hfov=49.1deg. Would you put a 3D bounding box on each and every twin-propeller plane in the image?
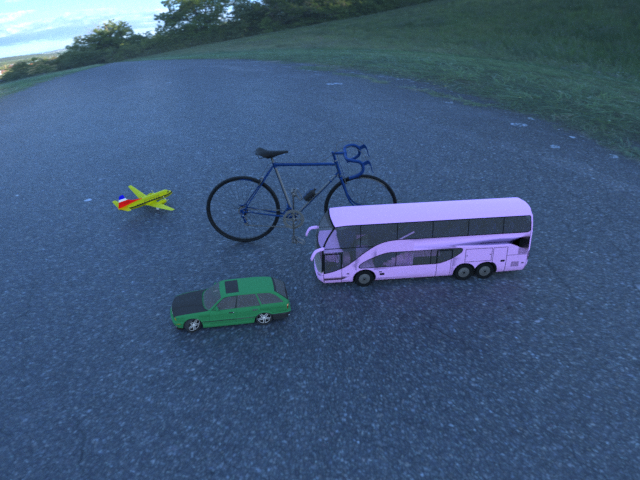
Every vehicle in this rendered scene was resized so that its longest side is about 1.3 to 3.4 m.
[{"bbox_3d":[-3.040,-0.738,12.214,1.370,0.407,1.095,26,39,38],"label":"twin-propeller plane"}]

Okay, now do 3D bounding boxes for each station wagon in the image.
[{"bbox_3d":[-1.211,0.821,9.416,1.597,0.473,0.682,-5,30,-9],"label":"station wagon"}]

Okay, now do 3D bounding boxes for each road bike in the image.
[{"bbox_3d":[-0.281,-0.704,10.896,3.004,1.656,0.696,-1,30,-2],"label":"road bike"}]

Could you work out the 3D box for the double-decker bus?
[{"bbox_3d":[1.441,0.015,10.245,3.251,1.052,0.756,-3,30,-6],"label":"double-decker bus"}]
